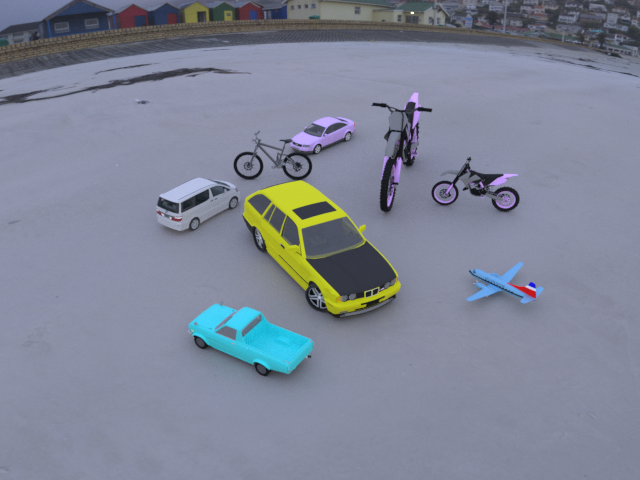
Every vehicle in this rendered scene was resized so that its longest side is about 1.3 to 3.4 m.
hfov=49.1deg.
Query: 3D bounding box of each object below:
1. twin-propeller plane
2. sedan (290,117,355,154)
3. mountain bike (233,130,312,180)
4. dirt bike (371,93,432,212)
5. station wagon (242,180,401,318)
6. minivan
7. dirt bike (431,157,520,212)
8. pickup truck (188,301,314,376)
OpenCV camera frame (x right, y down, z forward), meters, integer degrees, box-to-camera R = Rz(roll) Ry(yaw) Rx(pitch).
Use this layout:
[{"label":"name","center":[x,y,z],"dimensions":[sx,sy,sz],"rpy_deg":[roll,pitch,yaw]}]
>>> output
[{"label":"twin-propeller plane","center":[2.559,0.587,9.848],"dimensions":[1.370,0.407,1.095],"rpy_deg":[-27,40,-37]},{"label":"sedan","center":[0.065,-2.229,14.546],"dimensions":[0.635,0.483,1.613],"rpy_deg":[25,39,36]},{"label":"mountain bike","center":[-0.878,-1.514,12.955],"dimensions":[1.469,0.868,0.573],"rpy_deg":[1,31,1]},{"label":"dirt bike","center":[1.478,-1.723,12.524],"dimensions":[1.024,1.666,2.903],"rpy_deg":[9,32,15]},{"label":"station wagon","center":[-0.050,-0.020,10.372],"dimensions":[1.327,0.920,3.105],"rpy_deg":[-16,34,-25]},{"label":"minivan","center":[-2.022,-0.693,11.812],"dimensions":[0.681,0.616,1.548],"rpy_deg":[21,36,31]},{"label":"dirt bike","center":[2.668,-0.918,11.956],"dimensions":[1.493,0.857,0.527],"rpy_deg":[6,31,11]},{"label":"pickup truck","center":[-0.882,1.186,8.732],"dimensions":[1.603,0.511,0.640],"rpy_deg":[17,35,27]}]
